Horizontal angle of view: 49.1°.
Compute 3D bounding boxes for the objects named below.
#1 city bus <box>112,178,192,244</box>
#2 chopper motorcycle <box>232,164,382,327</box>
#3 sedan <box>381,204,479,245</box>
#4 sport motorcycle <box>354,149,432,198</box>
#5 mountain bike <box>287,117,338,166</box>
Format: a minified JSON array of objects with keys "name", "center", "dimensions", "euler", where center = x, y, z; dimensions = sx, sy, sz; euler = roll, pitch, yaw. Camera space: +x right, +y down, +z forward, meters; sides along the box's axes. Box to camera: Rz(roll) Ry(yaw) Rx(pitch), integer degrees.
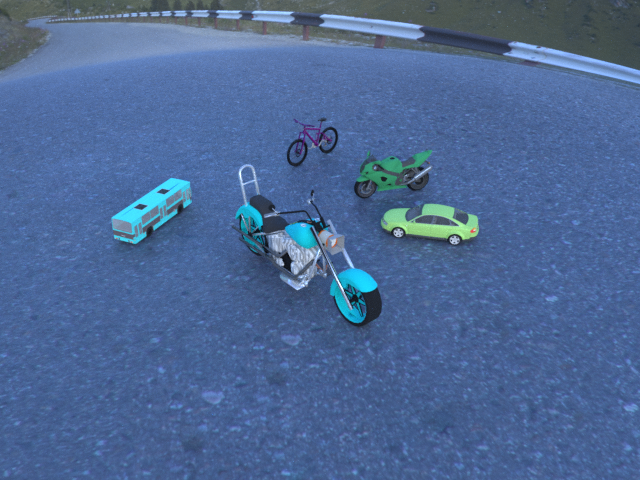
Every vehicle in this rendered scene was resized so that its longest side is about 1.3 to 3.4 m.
[{"name":"city bus","center":[-2.831,-0.499,11.953],"dimensions":[0.476,0.460,1.674],"euler":[13,33,21]},{"name":"chopper motorcycle","center":[-0.252,0.029,10.043],"dimensions":[0.906,1.480,3.040],"euler":[-23,38,-34]},{"name":"sedan","center":[1.822,-0.319,11.624],"dimensions":[1.613,0.483,0.635],"euler":[7,31,12]},{"name":"sport motorcycle","center":[1.341,-1.219,12.826],"dimensions":[1.520,0.821,0.506],"euler":[-10,32,-16]},{"name":"mountain bike","center":[-0.141,-2.044,14.187],"dimensions":[0.573,0.868,1.469],"euler":[26,39,36]}]
